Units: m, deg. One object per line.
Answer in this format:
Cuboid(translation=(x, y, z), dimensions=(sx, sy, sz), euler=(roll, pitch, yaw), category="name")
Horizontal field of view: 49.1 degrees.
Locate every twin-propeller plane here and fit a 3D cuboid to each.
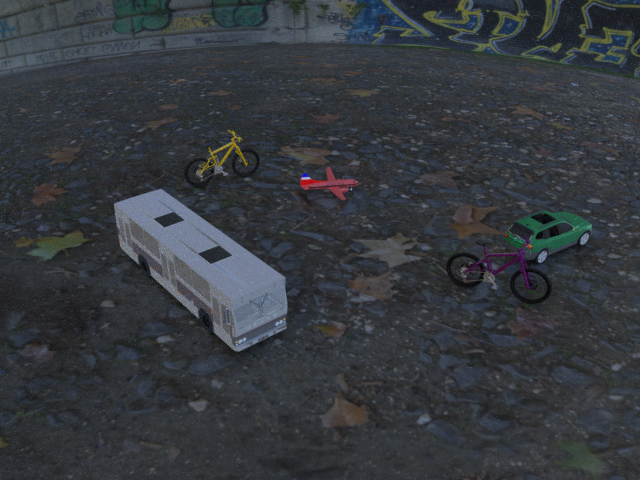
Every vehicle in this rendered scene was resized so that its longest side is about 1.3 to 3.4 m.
Cuboid(translation=(0.186, -1.043, 12.559), dimensions=(1.095, 0.407, 1.370), euler=(-6, 31, -9), category="twin-propeller plane")

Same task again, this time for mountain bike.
Cuboid(translation=(-1.790, -1.470, 12.829), dimensions=(1.469, 0.868, 0.573), euler=(-15, 33, -23), category="mountain bike")
Cuboid(translation=(2.471, 0.395, 9.663), dimensions=(1.469, 0.868, 0.573), euler=(14, 33, 22), category="mountain bike")

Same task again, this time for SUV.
Cuboid(translation=(3.551, -0.146, 10.864), dimensions=(1.572, 0.580, 0.656), euler=(-18, 35, -28), category="SUV")

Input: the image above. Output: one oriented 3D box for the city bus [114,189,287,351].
Cuboid(translation=(-1.742, 0.340, 9.731), dimensions=(0.926, 0.894, 3.255), euler=(-23, 37, -33), category="city bus")
